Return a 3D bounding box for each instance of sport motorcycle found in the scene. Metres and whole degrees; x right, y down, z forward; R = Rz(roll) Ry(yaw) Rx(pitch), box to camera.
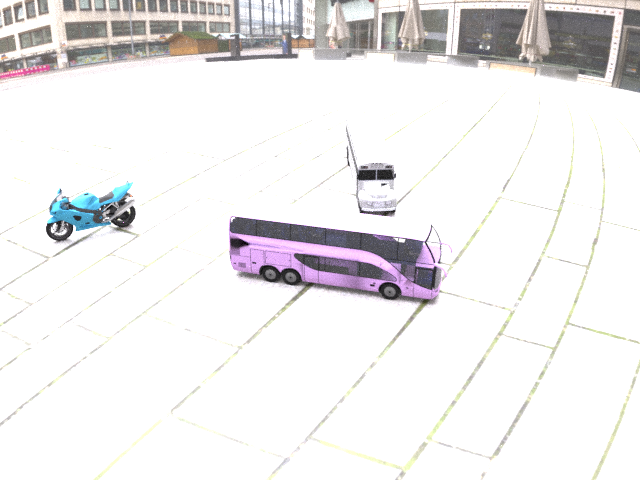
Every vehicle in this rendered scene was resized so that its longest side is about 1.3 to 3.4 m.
[{"bbox_3d":[-3.801,-0.487,11.631,1.520,0.821,0.506,-15,32,-26],"label":"sport motorcycle"}]

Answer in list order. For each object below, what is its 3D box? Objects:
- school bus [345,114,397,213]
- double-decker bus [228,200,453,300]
[{"bbox_3d":[0.947,-1.520,13.529,0.709,0.844,3.322,-1,28,-3],"label":"school bus"},{"bbox_3d":[0.262,0.140,10.221,3.251,1.052,0.756,7,29,14],"label":"double-decker bus"}]
